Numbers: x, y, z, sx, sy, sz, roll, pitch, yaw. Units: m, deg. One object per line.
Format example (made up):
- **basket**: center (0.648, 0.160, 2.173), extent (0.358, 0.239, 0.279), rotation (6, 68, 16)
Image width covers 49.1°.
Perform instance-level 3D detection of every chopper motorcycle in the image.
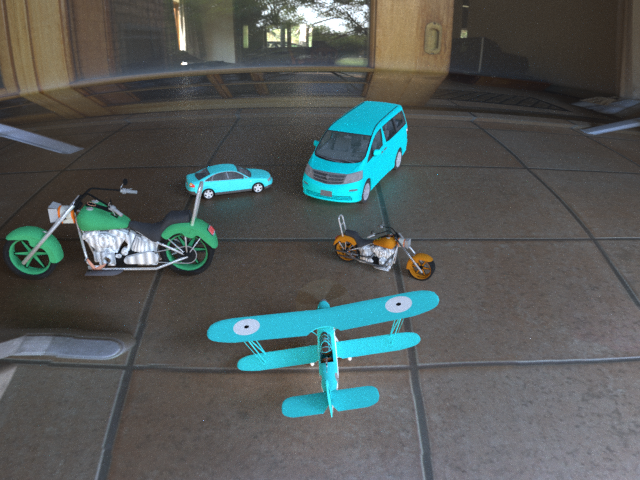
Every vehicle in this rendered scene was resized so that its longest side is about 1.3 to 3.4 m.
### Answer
- **chopper motorcycle**: center (-2.976, -0.133, 9.871), extent (3.040, 1.480, 0.906), rotation (0, 27, 0)
- **chopper motorcycle**: center (0.923, 0.108, 10.192), extent (1.563, 0.761, 0.466), rotation (12, 29, 23)

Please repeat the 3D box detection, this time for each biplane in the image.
- **biplane**: center (0.033, 1.240, 7.699), extent (2.598, 0.981, 2.120), rotation (-1, 27, -2)

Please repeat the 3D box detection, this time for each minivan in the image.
- **minivan**: center (0.722, -1.711, 13.318), extent (1.324, 1.197, 3.011), rotation (11, 29, 21)

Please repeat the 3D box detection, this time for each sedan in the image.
- **sedan**: center (-1.681, -1.141, 12.980), extent (1.613, 0.483, 0.635), rotation (-8, 28, -16)
